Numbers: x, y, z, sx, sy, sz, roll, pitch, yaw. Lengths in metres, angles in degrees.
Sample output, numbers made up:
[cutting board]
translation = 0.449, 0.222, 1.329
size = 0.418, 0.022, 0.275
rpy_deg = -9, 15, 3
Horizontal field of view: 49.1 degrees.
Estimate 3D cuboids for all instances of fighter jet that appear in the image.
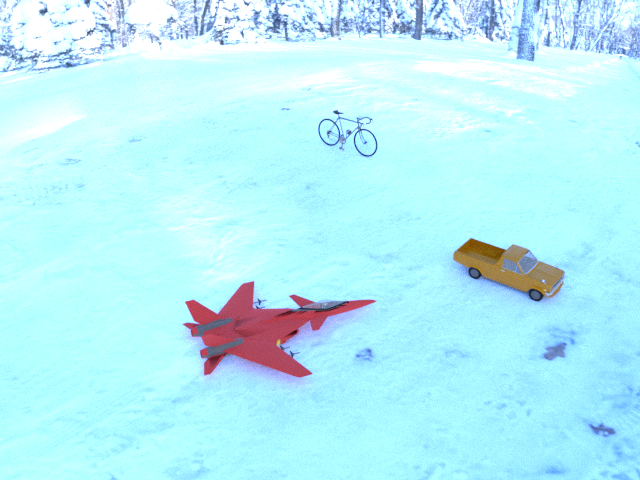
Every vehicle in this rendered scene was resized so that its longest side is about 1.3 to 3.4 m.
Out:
[fighter jet]
translation = -0.419, 0.966, 9.312
size = 2.640, 0.557, 2.229
rpy_deg = -12, 32, -20

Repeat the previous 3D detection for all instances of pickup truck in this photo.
[pickup truck]
translation = 2.799, 0.362, 10.408
size = 1.603, 0.511, 0.640
rpy_deg = 21, 36, 32

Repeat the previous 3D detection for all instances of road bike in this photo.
[road bike]
translation = 0.566, -2.261, 14.621
size = 1.545, 0.852, 0.358
rpy_deg = 22, 36, 33
